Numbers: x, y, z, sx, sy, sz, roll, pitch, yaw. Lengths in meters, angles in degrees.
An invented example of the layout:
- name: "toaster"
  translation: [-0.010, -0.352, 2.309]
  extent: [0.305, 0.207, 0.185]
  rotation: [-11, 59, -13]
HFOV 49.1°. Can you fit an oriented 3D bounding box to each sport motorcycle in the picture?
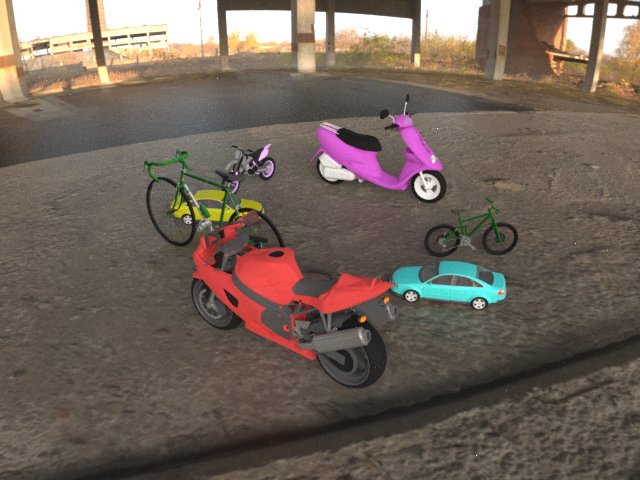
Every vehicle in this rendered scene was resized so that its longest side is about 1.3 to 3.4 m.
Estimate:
- name: "sport motorcycle"
  translation: [-0.451, 0.706, 8.307]
  extent: [2.955, 1.596, 0.983]
  rotation: [17, 32, 31]

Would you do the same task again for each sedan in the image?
- name: "sedan"
  translation: [-1.767, -0.576, 12.068]
  extent: [1.613, 0.483, 0.635]
  rotation: [3, 27, 5]
- name: "sedan"
  translation: [1.784, 0.574, 9.797]
  extent: [1.613, 0.483, 0.635]
  rotation: [5, 27, 10]

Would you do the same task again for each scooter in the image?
- name: "scooter"
  translation: [1.057, -1.697, 12.838]
  extent: [2.721, 1.786, 1.288]
  rotation: [13, 30, 24]

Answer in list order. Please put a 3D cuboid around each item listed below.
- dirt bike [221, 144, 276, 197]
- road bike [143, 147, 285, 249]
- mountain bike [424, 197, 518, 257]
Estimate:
- name: "dirt bike"
  translation: [-1.339, -1.386, 13.252]
  extent: [0.527, 0.857, 1.493]
  rotation: [19, 32, 32]
- name: "road bike"
  translation: [-1.639, -0.397, 10.417]
  extent: [3.004, 1.656, 0.696]
  rotation: [20, 33, 34]
- name: "mountain bike"
  translation: [2.346, -0.139, 10.779]
  extent: [1.469, 0.868, 0.573]
  rotation: [-2, 27, -3]
